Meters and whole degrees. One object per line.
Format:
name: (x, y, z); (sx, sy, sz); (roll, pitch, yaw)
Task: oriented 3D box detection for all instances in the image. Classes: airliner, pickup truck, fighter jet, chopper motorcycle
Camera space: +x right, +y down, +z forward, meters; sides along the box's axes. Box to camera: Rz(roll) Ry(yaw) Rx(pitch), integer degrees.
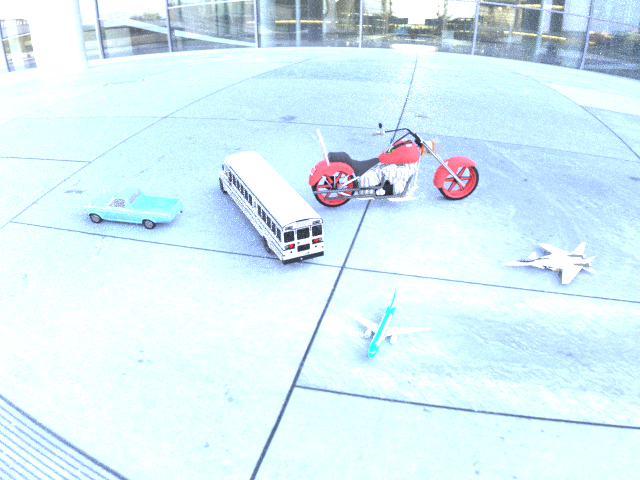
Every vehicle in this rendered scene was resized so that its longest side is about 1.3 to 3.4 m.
airliner: (0.833, 1.034, 9.067); (1.161, 0.429, 1.307); (10, 31, 17)
pickup truck: (-3.146, -0.581, 11.789); (1.603, 0.511, 0.640); (6, 30, 10)
fighter jet: (3.399, 0.279, 10.522); (1.358, 0.286, 1.147); (-1, 30, -2)
chopper motorcycle: (1.304, -1.295, 12.059); (3.040, 1.480, 0.906); (-5, 30, -9)

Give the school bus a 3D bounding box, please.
school bus: (-0.924, -0.670, 11.611); (0.709, 0.844, 3.322); (-13, 32, -21)
